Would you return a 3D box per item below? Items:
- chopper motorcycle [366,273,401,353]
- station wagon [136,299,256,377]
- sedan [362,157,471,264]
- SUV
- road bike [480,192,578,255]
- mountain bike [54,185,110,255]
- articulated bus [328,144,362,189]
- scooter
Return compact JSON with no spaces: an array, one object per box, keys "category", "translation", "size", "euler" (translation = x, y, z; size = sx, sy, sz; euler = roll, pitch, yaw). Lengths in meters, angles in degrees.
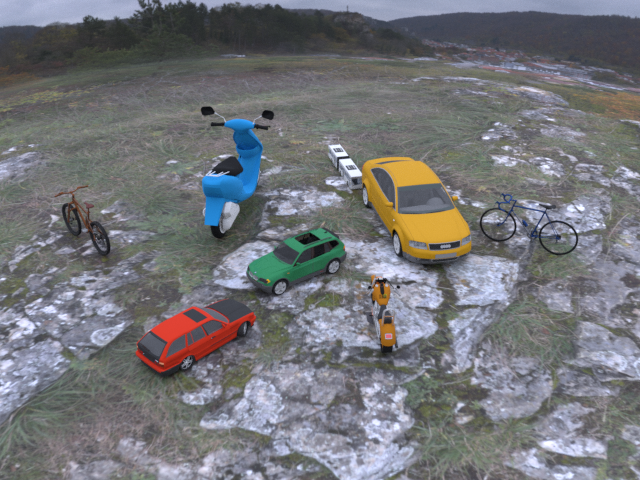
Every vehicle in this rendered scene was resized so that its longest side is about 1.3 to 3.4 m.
[{"category":"chopper motorcycle","translation":[0.816,0.820,9.210],"size":[0.466,0.761,1.563],"euler":[-1,29,-2]},{"category":"station wagon","translation":[-1.548,1.138,8.933],"size":[0.682,0.473,1.597],"euler":[24,37,36]},{"category":"sedan","translation":[1.554,-0.662,11.705],"size":[1.235,0.940,3.137],"euler":[-6,30,-11]},{"category":"SUV","translation":[-0.338,0.273,10.386],"size":[1.572,0.580,0.656],"euler":[-20,35,-32]},{"category":"road bike","translation":[3.295,-0.250,11.050],"size":[1.545,0.852,0.358],"euler":[14,32,24]},{"category":"mountain bike","translation":[-3.763,-0.320,11.160],"size":[0.573,0.868,1.469],"euler":[-25,38,-38]},{"category":"articulated bus","translation":[0.495,-1.469,13.836],"size":[0.311,0.289,1.749],"euler":[-7,30,-12]},{"category":"scooter","translation":[-1.456,-1.287,11.959],"size":[1.288,1.786,2.721],"euler":[5,29,10]}]
